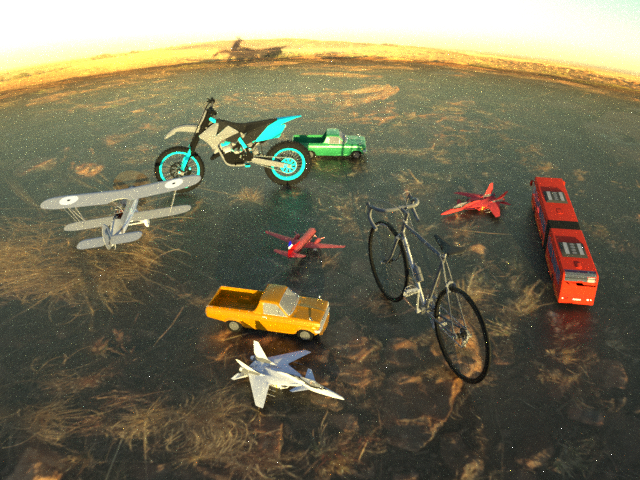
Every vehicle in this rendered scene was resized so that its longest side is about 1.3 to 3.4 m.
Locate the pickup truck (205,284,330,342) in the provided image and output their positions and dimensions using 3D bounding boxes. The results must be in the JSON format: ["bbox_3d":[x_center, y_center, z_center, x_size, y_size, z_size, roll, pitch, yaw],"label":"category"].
[{"bbox_3d":[-0.684,0.892,9.258,1.603,0.511,0.640,6,29,11],"label":"pickup truck"}]

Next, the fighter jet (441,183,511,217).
[{"bbox_3d":[2.678,-0.676,12.369,1.358,0.286,1.147,-15,32,-26],"label":"fighter jet"}]

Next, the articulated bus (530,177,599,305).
[{"bbox_3d":[3.783,-0.100,11.026,0.605,0.561,3.401,4,29,8],"label":"articulated bus"}]

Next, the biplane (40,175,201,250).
[{"bbox_3d":[-3.187,-0.379,11.099,2.598,0.981,2.120,-1,29,-2],"label":"biplane"}]

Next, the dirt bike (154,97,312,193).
[{"bbox_3d":[-1.583,-1.678,12.767,2.903,1.666,1.024,-5,29,-9],"label":"dirt bike"}]

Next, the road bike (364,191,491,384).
[{"bbox_3d":[1.291,0.484,8.810,0.696,1.656,3.004,-11,31,-20],"label":"road bike"}]

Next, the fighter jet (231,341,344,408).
[{"bbox_3d":[-0.323,1.589,8.213,1.358,0.286,1.147,14,32,24],"label":"fighter jet"}]

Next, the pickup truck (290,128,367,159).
[{"bbox_3d":[0.186,-2.033,14.625,1.603,0.511,0.640,1,29,1],"label":"pickup truck"}]

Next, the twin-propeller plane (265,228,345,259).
[{"bbox_3d":[-0.284,-0.001,11.004,1.370,0.407,1.095,11,30,19],"label":"twin-propeller plane"}]
